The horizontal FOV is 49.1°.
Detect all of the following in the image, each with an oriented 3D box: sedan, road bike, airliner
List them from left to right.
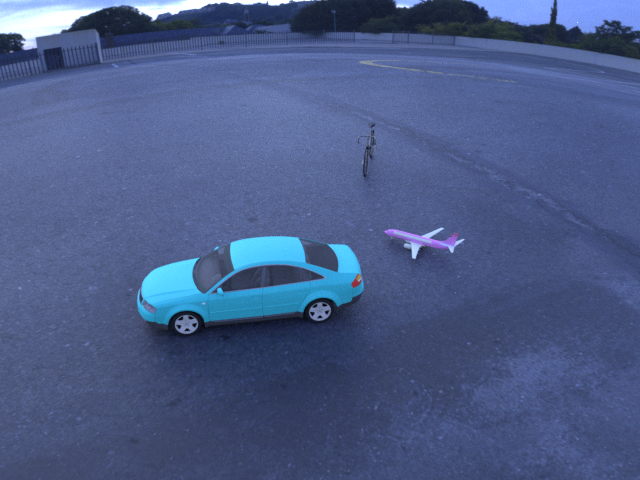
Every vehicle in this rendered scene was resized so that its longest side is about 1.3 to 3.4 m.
[{"bbox_3d":[-0.959,0.532,9.741,3.137,0.940,1.235,-5,30,-9],"label":"sedan"},{"bbox_3d":[0.990,-1.875,14.081,0.358,0.852,1.545,6,30,10],"label":"road bike"},{"bbox_3d":[1.633,-0.077,11.334,1.307,0.429,1.161,17,34,27],"label":"airliner"}]
